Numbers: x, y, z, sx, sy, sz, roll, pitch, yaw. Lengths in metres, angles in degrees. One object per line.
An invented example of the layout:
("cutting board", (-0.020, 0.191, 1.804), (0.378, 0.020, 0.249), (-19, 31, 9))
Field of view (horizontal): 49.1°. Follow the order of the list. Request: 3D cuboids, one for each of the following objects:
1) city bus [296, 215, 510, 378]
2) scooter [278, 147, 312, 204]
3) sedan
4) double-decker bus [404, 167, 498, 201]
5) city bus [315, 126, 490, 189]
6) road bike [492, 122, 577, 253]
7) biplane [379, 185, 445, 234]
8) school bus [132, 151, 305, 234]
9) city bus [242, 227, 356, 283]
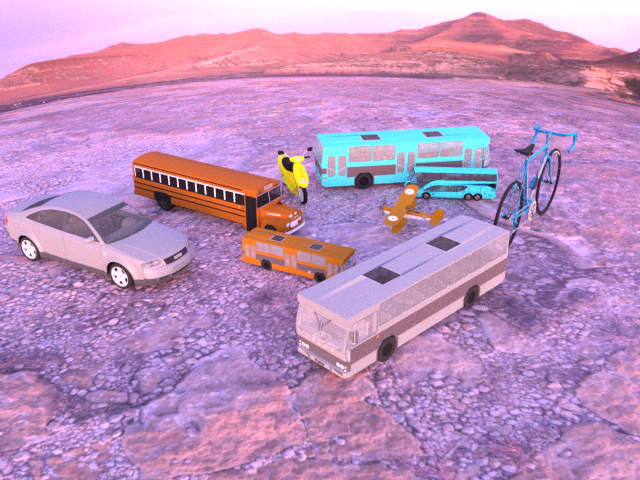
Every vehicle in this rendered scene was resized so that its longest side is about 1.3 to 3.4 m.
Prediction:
("city bus", (1.154, 0.636, 8.894), (3.255, 0.894, 0.926), (-23, 34, -39))
("scooter", (-0.499, -1.283, 12.836), (0.662, 0.919, 1.399), (-10, 27, -19))
("sedan", (-3.317, -0.139, 10.445), (3.137, 0.940, 1.235), (13, 29, 26))
("double-decker bus", (2.375, -1.036, 12.760), (1.672, 0.541, 0.389), (2, 26, 4))
("city bus", (1.566, -1.577, 13.473), (3.255, 0.894, 0.926), (-4, 26, -9))
("road bike", (3.375, -0.882, 11.160), (0.696, 1.656, 3.004), (17, 30, 31))
("biplane", (1.499, -0.428, 11.544), (1.090, 0.504, 1.336), (11, 28, 21))
("school bus", (-1.759, -0.791, 11.904), (3.322, 0.844, 0.709), (15, 30, 29))
("city bus", (-0.323, 0.245, 10.203), (1.674, 0.460, 0.476), (12, 28, 24))
